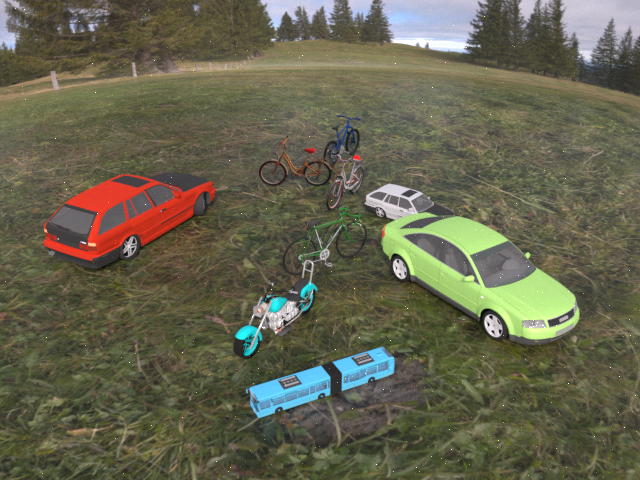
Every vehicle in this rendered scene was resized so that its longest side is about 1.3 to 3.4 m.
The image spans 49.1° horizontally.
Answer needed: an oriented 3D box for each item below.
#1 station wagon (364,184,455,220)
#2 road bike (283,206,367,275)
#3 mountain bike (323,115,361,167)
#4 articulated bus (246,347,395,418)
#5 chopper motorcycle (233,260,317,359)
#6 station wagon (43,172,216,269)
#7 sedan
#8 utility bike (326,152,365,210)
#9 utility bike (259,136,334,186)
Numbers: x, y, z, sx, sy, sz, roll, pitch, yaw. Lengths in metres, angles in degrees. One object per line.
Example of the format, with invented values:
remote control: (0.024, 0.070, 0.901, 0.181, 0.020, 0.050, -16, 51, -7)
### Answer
station wagon: (1.551, -0.579, 12.014, 1.597, 0.473, 0.682, 20, 33, 34)
road bike: (0.097, 0.006, 10.453, 1.545, 0.852, 0.358, -18, 32, -31)
mountain bike: (0.464, -2.051, 14.461, 0.573, 0.868, 1.469, 15, 31, 27)
articulated bus: (0.039, 1.600, 7.950, 1.749, 0.289, 0.311, -13, 30, -23)
chopper motorcycle: (-0.546, 0.863, 8.873, 0.466, 0.761, 1.563, 18, 32, 31)
station wagon: (-3.007, -0.573, 11.509, 1.327, 0.920, 3.105, 14, 30, 26)
sedan: (2.126, 0.357, 9.669, 1.235, 0.940, 3.137, -17, 32, -30)
utility bike: (0.527, -1.129, 12.570, 0.535, 0.946, 1.435, 15, 31, 26)
utility bike: (-0.444, -1.425, 13.149, 1.435, 0.946, 0.535, 0, 27, 0)
